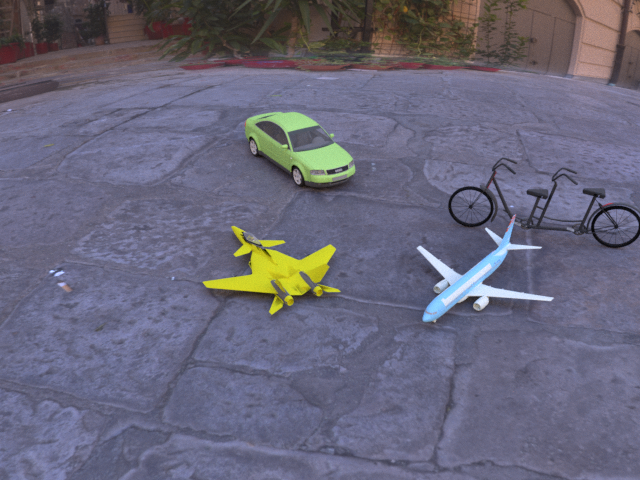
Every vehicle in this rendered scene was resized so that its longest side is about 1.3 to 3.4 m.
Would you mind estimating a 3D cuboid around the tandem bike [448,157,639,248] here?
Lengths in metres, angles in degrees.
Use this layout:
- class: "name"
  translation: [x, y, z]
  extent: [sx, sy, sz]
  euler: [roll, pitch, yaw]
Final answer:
- class: "tandem bike"
  translation: [3.739, -0.619, 11.557]
  extent: [3.192, 1.326, 0.550]
  euler: [9, 31, 15]

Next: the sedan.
- class: "sedan"
  translation: [-0.459, -1.992, 14.366]
  extent: [1.235, 0.940, 3.137]
  euler: [-17, 34, -28]

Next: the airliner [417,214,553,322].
- class: "airliner"
  translation: [2.232, 0.419, 10.224]
  extent: [2.257, 0.835, 2.541]
  euler: [23, 37, 35]

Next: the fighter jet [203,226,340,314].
- class: "fighter jet"
  translation: [-0.847, 0.179, 10.928]
  extent: [2.229, 0.557, 2.640]
  euler: [-16, 33, -26]
